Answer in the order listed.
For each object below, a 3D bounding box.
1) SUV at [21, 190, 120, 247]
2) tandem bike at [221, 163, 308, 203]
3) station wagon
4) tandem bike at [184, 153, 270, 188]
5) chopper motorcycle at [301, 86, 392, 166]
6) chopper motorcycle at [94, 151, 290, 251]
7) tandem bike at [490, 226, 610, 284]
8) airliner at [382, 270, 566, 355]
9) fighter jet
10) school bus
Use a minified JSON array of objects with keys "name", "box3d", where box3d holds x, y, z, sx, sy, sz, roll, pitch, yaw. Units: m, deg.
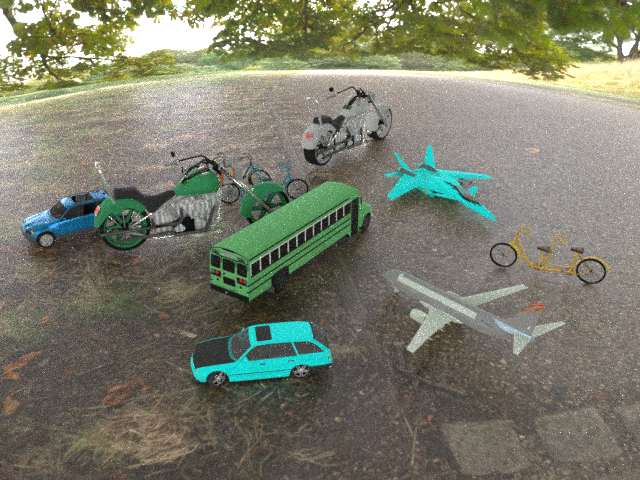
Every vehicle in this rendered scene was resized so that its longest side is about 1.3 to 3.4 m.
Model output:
[{"name":"SUV","box3d":[-3.950,-0.381,11.187,1.572,0.580,0.656,-16,31,-29]},{"name":"tandem bike","box3d":[-1.018,-0.985,12.278,1.642,0.682,0.283,-4,27,-7]},{"name":"station wagon","box3d":[-0.679,1.262,8.028,1.597,0.473,0.682,-4,27,-8]},{"name":"tandem bike","box3d":[-1.713,-1.275,12.856,1.642,0.682,0.283,4,27,8]},{"name":"chopper motorcycle","box3d":[0.637,-2.500,14.409,0.906,1.480,3.040,18,32,31]},{"name":"chopper motorcycle","box3d":[-1.929,-0.670,10.759,3.040,1.480,0.906,-11,29,-20]},{"name":"tandem bike","box3d":[3.239,0.207,9.901,1.642,0.682,0.283,11,29,21]},{"name":"airliner","box3d":[1.696,0.679,8.787,2.257,0.835,2.541,-21,33,-36]},{"name":"fighter jet","box3d":[2.305,-0.997,12.440,2.229,0.557,2.640,-13,29,-23]},{"name":"school bus","box3d":[-0.275,-0.108,10.347,0.709,0.844,3.322,17,31,30]}]
